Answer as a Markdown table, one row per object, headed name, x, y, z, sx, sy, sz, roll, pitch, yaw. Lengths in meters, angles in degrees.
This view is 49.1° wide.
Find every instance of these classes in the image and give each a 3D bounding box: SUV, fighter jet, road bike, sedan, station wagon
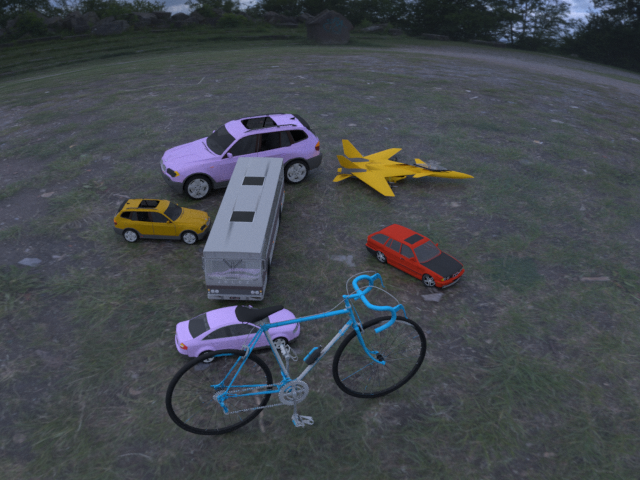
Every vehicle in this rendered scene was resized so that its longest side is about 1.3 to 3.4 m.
| name | x | y | z | sx | sy | sz | roll | pitch | yaw |
| --- | --- | --- | --- | --- | --- | --- | --- | --- | --- |
| SUV | -1.480 | -1.662 | 13.218 | 3.058 | 1.128 | 1.276 | -11 | 32 | -18 |
| fighter jet | 1.629 | -1.442 | 13.409 | 2.640 | 0.557 | 2.229 | 5 | 30 | 8 |
| SUV | -2.590 | -0.340 | 11.483 | 1.572 | 0.580 | 0.656 | 2 | 30 | 4 |
| road bike | -0.189 | 1.280 | 7.613 | 3.004 | 1.656 | 0.697 | -9 | 31 | -16 |
| sedan | -1.054 | 1.138 | 9.028 | 1.613 | 0.483 | 0.635 | -8 | 31 | -14 |
| station wagon | 1.444 | 0.198 | 10.661 | 0.682 | 0.473 | 1.597 | -25 | 38 | -36 |

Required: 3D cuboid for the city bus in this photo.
| name | x | y | z | sx | sy | sz | roll | pitch | yaw |
| --- | --- | --- | --- | --- | --- | --- | --- | --- | --- |
| city bus | -1.110 | -0.257 | 11.027 | 0.926 | 0.894 | 3.255 | 1 | 30 | 3 |
